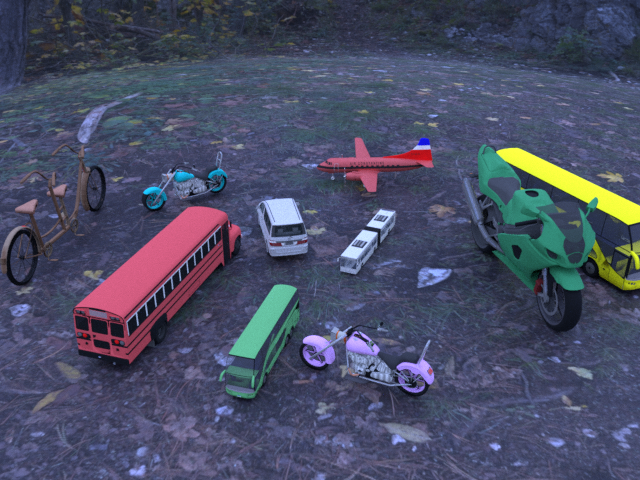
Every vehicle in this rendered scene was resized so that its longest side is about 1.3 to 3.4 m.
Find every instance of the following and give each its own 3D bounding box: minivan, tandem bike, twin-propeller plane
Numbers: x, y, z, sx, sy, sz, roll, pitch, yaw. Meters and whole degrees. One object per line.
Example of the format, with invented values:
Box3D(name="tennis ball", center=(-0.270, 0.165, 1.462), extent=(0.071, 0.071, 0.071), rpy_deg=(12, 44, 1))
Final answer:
Box3D(name="minivan", center=(-0.598, -0.297, 10.741), extent=(0.681, 0.616, 1.548), rpy_deg=(-6, 28, -10))
Box3D(name="tandem bike", center=(-3.910, -0.528, 10.418), extent=(0.550, 1.326, 3.192), rpy_deg=(4, 28, 7))
Box3D(name="twin-propeller plane", center=(0.999, -1.474, 12.785), extent=(2.129, 0.792, 2.663), rpy_deg=(-1, 28, -2))

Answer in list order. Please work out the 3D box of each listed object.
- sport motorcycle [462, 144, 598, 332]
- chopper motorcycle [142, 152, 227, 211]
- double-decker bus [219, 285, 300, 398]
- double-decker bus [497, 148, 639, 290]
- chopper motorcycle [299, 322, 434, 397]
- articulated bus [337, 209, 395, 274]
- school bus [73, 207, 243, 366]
Box3D(name="sport motorcycle", center=(2.711, -0.108, 9.331), extent=(0.983, 1.596, 2.955), rpy_deg=(-5, 28, -10))
Box3D(name="chopper motorcycle", center=(-2.298, -1.005, 11.927), extent=(1.563, 0.761, 0.466), rpy_deg=(-18, 33, -30))
Box3D(name="double-decker bus", center=(-0.644, 1.150, 8.074), extent=(0.389, 0.541, 1.672), rpy_deg=(8, 29, 15))
Box3D(name="double-decker bus", center=(3.700, -0.374, 10.418), extent=(0.756, 1.052, 3.251), rpy_deg=(-13, 30, -23))
Box3D(name="chopper motorcycle", center=(0.493, 1.240, 7.668), extent=(1.563, 0.761, 0.466), rpy_deg=(12, 30, 22))
Box3D(name="articulated bus", center=(0.740, -0.005, 10.536), extent=(0.311, 0.289, 1.749), rpy_deg=(12, 30, 21))
Box3D(name="school bus", center=(-1.941, 0.397, 9.178), extent=(0.709, 0.844, 3.322), rpy_deg=(8, 29, 15))
